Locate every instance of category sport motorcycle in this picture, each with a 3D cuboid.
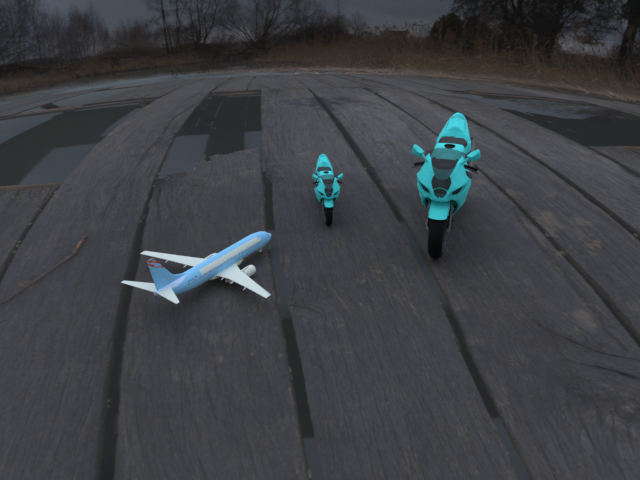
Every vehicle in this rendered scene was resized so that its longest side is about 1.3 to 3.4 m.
[{"bbox_3d":[0.099,-0.866,11.775,0.506,0.821,1.520,-2,26,-3],"label":"sport motorcycle"},{"bbox_3d":[2.006,-0.940,11.049,0.983,1.596,2.955,7,27,13],"label":"sport motorcycle"}]

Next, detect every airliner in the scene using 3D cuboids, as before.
[{"bbox_3d":[-1.447,0.177,9.647,2.257,0.835,2.541,16,31,29],"label":"airliner"}]
